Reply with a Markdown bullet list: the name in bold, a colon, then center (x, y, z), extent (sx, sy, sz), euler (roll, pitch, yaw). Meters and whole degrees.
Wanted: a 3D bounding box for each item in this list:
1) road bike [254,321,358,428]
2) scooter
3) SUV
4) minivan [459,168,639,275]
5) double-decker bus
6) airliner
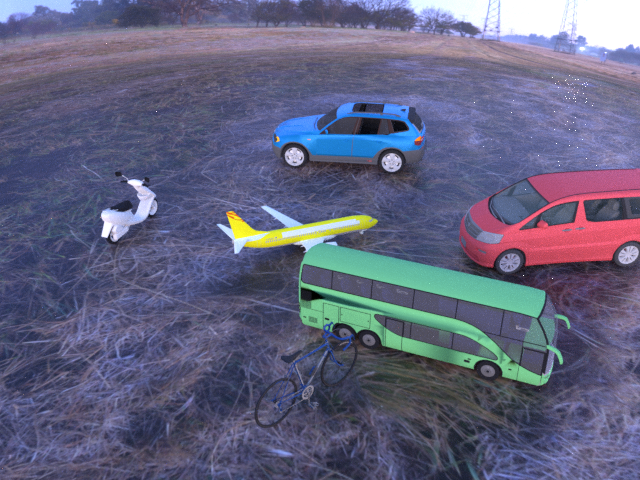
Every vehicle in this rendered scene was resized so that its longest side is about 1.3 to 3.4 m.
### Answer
- **road bike**: center (-0.120, 1.463, 7.678), extent (1.545, 0.852, 0.358), euler (-25, 38, -37)
- **scooter**: center (-3.055, -0.569, 11.241), extent (0.662, 0.919, 1.399), euler (12, 31, 20)
- **SUV**: center (0.578, -2.102, 13.768), extent (3.058, 1.128, 1.276), euler (4, 30, 8)
- **minivan**: center (3.652, -0.337, 10.542), extent (3.011, 1.197, 1.324), euler (-3, 29, -6)
- **double-decker bus**: center (1.308, 0.880, 8.515), extent (3.251, 1.052, 0.756), euler (12, 31, 20)
- **airliner**: center (-0.235, -0.272, 10.797), extent (2.541, 0.835, 2.257), euler (-12, 31, -20)
